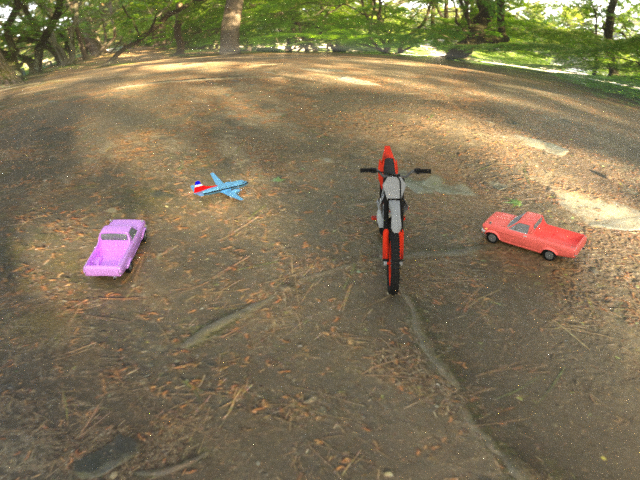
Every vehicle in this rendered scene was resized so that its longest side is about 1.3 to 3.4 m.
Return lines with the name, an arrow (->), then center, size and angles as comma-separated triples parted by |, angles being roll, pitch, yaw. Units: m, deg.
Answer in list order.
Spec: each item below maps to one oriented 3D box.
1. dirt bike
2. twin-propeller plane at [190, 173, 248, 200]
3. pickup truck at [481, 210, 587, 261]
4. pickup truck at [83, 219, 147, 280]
dirt bike -> 1.097, -0.473, 10.774 | 1.024, 1.666, 2.903 | 1, 30, 1
twin-propeller plane -> -1.828, -1.009, 12.976 | 1.095, 0.407, 1.370 | -17, 34, -26
pickup truck -> 3.451, -0.125, 11.329 | 1.603, 0.511, 0.640 | 19, 35, 30
pickup truck -> -3.190, 0.076, 10.978 | 0.640, 0.511, 1.603 | 1, 30, 1
